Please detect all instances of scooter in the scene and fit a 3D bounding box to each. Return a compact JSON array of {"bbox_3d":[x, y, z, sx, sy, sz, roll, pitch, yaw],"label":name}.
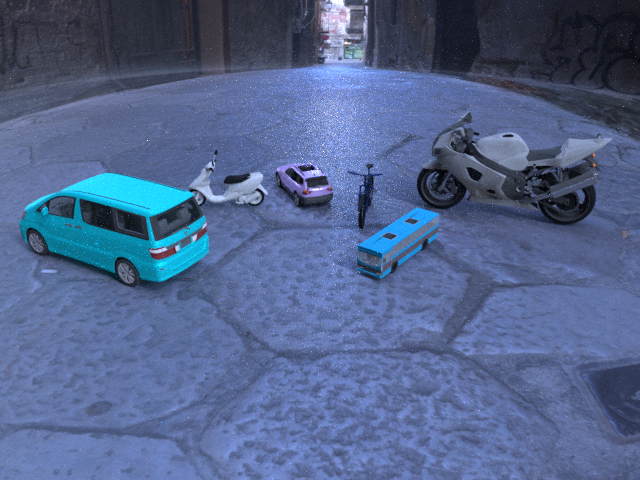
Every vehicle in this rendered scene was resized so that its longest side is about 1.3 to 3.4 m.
[{"bbox_3d":[-1.606,-1.003,11.955,1.399,0.919,0.662,-1,27,-2],"label":"scooter"}]

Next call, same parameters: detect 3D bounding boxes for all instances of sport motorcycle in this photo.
[{"bbox_3d":[3.072,-1.129,11.450,2.955,1.596,0.983,8,28,16],"label":"sport motorcycle"}]

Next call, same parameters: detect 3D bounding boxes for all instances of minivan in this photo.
[{"bbox_3d":[-3.099,-0.298,10.234,3.011,1.197,1.324,15,30,27],"label":"minivan"}]

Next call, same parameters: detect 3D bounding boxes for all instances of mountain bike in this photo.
[{"bbox_3d":[0.771,-0.807,11.619,0.573,0.868,1.469,5,27,10],"label":"mountain bike"}]

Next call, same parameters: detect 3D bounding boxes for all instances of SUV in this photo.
[{"bbox_3d":[-0.294,-1.091,12.509,0.656,0.580,1.572,-10,28,-20],"label":"SUV"}]

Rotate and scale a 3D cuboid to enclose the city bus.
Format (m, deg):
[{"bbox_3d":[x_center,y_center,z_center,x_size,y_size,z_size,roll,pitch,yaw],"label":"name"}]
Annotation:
[{"bbox_3d":[1.182,0.038,10.385,0.476,0.460,1.674,19,32,33],"label":"city bus"}]
